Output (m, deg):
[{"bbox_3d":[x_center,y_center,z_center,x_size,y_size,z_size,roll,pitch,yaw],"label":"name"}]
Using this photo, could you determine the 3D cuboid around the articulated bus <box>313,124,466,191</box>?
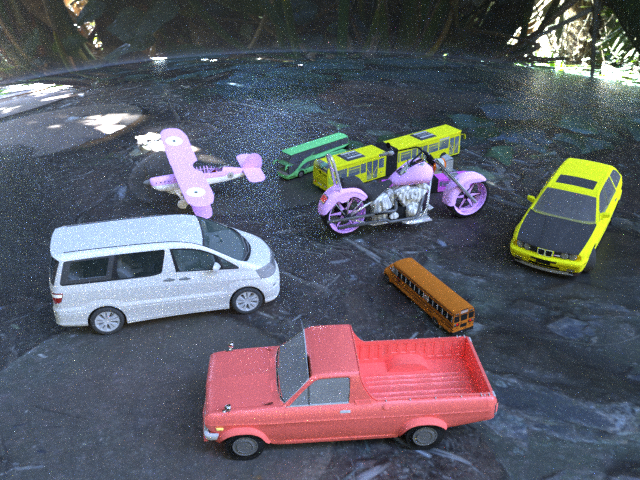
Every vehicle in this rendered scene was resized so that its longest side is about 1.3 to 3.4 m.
[{"bbox_3d":[1.392,-1.618,13.608,3.401,0.561,0.605,-19,35,-30],"label":"articulated bus"}]

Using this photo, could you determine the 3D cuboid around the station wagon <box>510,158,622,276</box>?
[{"bbox_3d":[4.030,-0.505,11.261,1.327,0.920,3.105,16,33,26],"label":"station wagon"}]

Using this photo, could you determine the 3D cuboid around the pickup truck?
[{"bbox_3d":[0.279,1.530,7.567,3.117,0.993,1.244,-2,29,-4],"label":"pickup truck"}]

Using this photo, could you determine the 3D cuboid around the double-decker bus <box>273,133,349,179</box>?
[{"bbox_3d":[-0.141,-1.632,13.654,1.672,0.541,0.389,-23,37,-35],"label":"double-decker bus"}]

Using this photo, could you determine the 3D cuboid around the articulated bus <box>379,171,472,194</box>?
[{"bbox_3d":[1.956,-1.024,12.829,1.749,0.289,0.311,-7,30,-13],"label":"articulated bus"}]

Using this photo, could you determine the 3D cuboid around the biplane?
[{"bbox_3d":[-2.021,-1.108,12.273,2.120,0.981,2.598,-11,31,-18],"label":"biplane"}]

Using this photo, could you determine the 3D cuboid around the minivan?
[{"bbox_3d":[-2.059,0.345,9.467,3.011,1.197,1.324,-7,30,-13],"label":"minivan"}]

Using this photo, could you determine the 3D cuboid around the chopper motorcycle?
[{"bbox_3d":[1.418,-0.882,11.362,3.040,1.480,0.906,-10,31,-18],"label":"chopper motorcycle"}]

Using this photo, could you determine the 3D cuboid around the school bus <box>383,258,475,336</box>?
[{"bbox_3d":[1.443,0.703,9.609,0.365,0.434,1.708,-15,32,-24],"label":"school bus"}]
